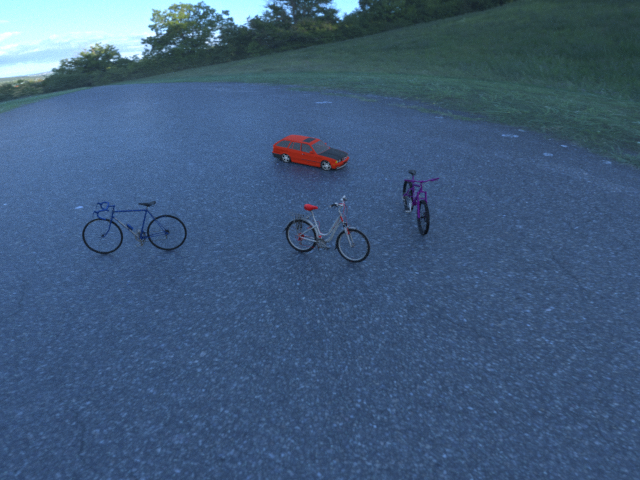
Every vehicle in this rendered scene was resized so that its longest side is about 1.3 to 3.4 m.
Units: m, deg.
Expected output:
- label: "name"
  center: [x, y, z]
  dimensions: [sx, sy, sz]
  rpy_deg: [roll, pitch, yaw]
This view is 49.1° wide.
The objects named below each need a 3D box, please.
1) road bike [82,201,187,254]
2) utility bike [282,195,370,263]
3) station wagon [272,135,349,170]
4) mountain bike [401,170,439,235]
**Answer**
- label: "road bike"
  center: [-2.795, -0.197, 10.521]
  dimensions: [1.545, 0.852, 0.358]
  rpy_deg: [-3, 26, -6]
- label: "utility bike"
  center: [0.102, -0.202, 10.423]
  dimensions: [1.435, 0.946, 0.535]
  rpy_deg: [11, 28, 22]
- label: "station wagon"
  center: [-0.186, -1.812, 14.279]
  dimensions: [1.597, 0.473, 0.682]
  rpy_deg: [14, 29, 27]
- label: "mountain bike"
  center: [1.578, -0.696, 11.528]
  dimensions: [0.573, 0.868, 1.469]
  rpy_deg: [-4, 26, -8]
